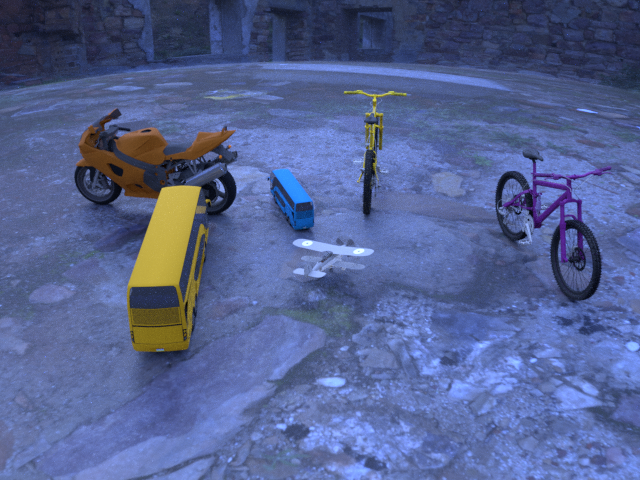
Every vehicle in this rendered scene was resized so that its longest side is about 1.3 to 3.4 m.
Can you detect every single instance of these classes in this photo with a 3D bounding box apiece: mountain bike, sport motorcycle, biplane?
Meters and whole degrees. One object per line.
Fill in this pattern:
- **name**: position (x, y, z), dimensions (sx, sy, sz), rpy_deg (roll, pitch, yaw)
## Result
- **mountain bike**: position (0.920, -1.643, 12.369), dimensions (1.114, 1.688, 2.857), rpy_deg (3, 28, 6)
- **sport motorcycle**: position (-2.788, -1.254, 11.724), dimensions (2.955, 1.596, 0.983), rpy_deg (5, 28, 10)
- **mountain bike**: position (3.203, -0.398, 9.986), dimensions (1.114, 1.688, 2.857), rpy_deg (-6, 28, -11)
- **biplane**: position (0.081, 0.290, 9.947), dimensions (1.336, 0.504, 1.090), rpy_deg (18, 32, 30)

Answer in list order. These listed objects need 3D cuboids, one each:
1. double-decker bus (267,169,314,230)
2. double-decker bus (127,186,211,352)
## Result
- **double-decker bus**: position (-0.499, -0.725, 11.850), dimensions (0.389, 0.541, 1.672), rpy_deg (-8, 29, -16)
- **double-decker bus**: position (-1.974, 0.231, 9.470), dimensions (0.756, 1.052, 3.251), rpy_deg (-2, 28, -3)
